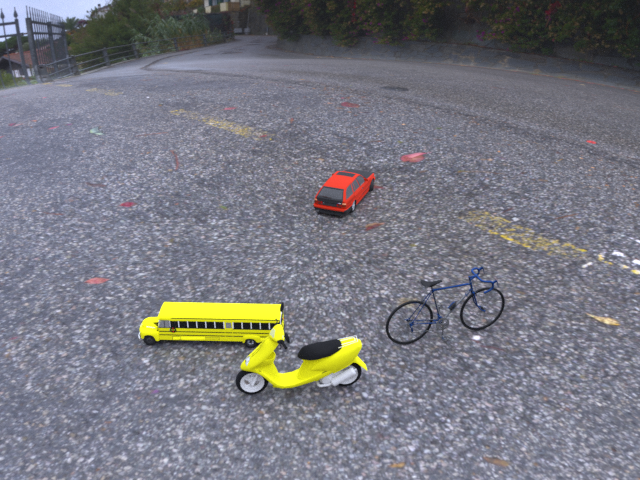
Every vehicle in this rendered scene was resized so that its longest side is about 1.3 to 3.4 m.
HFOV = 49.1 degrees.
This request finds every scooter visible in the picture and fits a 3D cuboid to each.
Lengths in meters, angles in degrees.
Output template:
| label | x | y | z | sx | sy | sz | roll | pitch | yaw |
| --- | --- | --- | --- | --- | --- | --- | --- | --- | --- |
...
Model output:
| label | x | y | z | sx | sy | sz | roll | pitch | yaw |
| --- | --- | --- | --- | --- | --- | --- | --- | --- | --- |
| scooter | -0.194 | 1.193 | 7.309 | 1.399 | 0.919 | 0.662 | -4 | 28 | -7 |

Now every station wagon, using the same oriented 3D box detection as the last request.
| label | x | y | z | sx | sy | sz | roll | pitch | yaw |
| --- | --- | --- | --- | --- | --- | --- | --- | --- | --- |
| station wagon | 0.445 | -0.909 | 11.833 | 0.682 | 0.473 | 1.597 | 11 | 29 | 20 |

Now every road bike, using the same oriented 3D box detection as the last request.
| label | x | y | z | sx | sy | sz | roll | pitch | yaw |
| --- | --- | --- | --- | --- | --- | --- | --- | --- | --- |
| road bike | 1.490 | 0.779 | 8.179 | 1.545 | 0.852 | 0.358 | -8 | 29 | -16 |

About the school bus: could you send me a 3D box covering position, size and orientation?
| label | x | y | z | sx | sy | sz | roll | pitch | yaw |
| --- | --- | --- | --- | --- | --- | --- | --- | --- | --- |
| school bus | -1.281 | 0.984 | 8.237 | 1.708 | 0.434 | 0.365 | 1 | 27 | 2 |
